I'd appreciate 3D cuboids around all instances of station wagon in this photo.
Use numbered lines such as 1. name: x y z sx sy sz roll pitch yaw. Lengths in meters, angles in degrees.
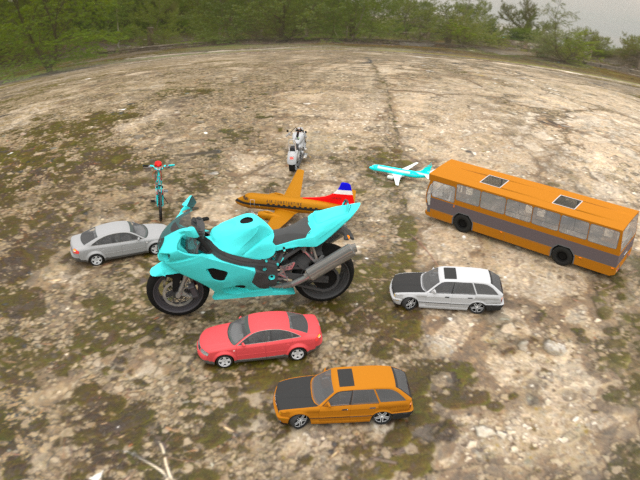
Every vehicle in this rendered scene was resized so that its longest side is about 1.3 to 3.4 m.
1. station wagon: 0.257 1.763 8.075 1.597 0.473 0.682 -2 30 -4
2. station wagon: 1.797 0.663 9.970 1.597 0.473 0.682 3 30 5

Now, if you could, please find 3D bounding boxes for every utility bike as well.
1. utility bike: -2.797 -0.984 12.337 0.535 0.946 1.435 -7 31 -11

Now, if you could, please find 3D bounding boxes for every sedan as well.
1. sedan: -3.144 -0.025 11.145 1.613 0.483 0.635 -11 32 -18
2. sedan: -0.775 1.222 8.997 1.613 0.483 0.635 -5 30 -8

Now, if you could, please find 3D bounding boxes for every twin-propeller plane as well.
1. twin-propeller plane: -0.445 -0.704 12.008 2.129 0.792 2.663 6 31 10

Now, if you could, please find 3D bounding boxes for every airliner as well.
1. airliner: 1.565 -1.404 13.573 1.307 0.429 1.161 14 33 22

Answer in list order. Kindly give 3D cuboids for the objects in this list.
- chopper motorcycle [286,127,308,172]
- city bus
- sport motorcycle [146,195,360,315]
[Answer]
1. chopper motorcycle: -0.451 -1.950 14.184 0.466 0.761 1.563 4 30 6
2. city bus: 3.330 -0.395 11.373 3.255 0.894 0.926 21 36 32
3. sport motorcycle: -0.909 0.244 9.573 2.955 1.596 0.983 -5 31 -9
